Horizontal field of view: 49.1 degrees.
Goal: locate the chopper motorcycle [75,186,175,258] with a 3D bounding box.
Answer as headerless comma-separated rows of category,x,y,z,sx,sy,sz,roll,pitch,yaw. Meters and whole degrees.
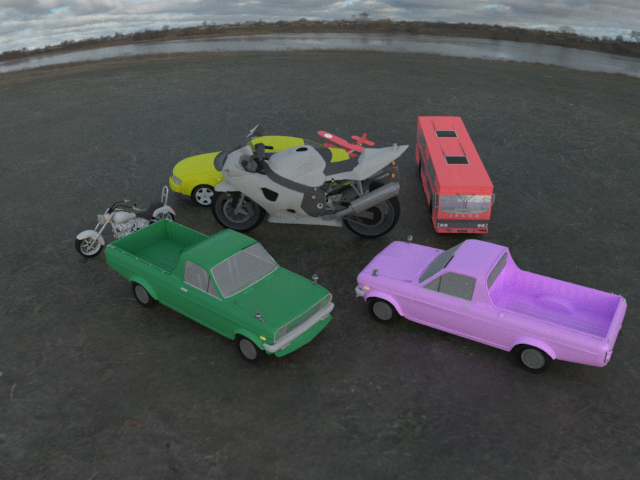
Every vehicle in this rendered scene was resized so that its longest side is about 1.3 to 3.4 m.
chopper motorcycle,-2.883,-0.276,10.387,1.563,0.761,0.466,-20,34,-33

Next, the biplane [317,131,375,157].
biplane,0.621,-1.763,13.416,1.336,0.504,1.090,17,33,29

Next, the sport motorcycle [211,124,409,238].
sport motorcycle,-0.200,-0.795,10.470,2.955,1.596,0.983,2,28,4

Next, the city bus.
city bus,2.191,-1.163,11.891,0.926,0.894,3.255,1,28,1

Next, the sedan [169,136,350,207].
sedan,-1.007,-1.238,11.982,3.137,0.940,1.235,-1,28,-2

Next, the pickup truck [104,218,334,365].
pickup truck,-1.339,0.440,8.816,3.117,0.993,1.244,21,34,33

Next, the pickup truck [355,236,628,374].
pickup truck,2.002,0.641,8.443,3.117,0.993,1.244,16,32,26
